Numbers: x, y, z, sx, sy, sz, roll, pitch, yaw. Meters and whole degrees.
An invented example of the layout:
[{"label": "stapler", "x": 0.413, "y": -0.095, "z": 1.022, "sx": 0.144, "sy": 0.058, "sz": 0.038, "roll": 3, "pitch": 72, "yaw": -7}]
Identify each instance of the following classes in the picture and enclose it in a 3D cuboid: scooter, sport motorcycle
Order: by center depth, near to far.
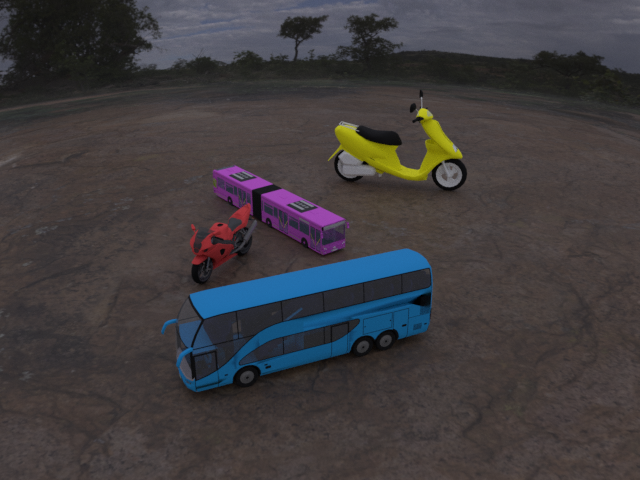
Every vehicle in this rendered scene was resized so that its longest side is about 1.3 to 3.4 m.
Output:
[{"label": "sport motorcycle", "x": -1.455, "y": 0.040, "z": 10.469, "sx": 0.506, "sy": 0.821, "sz": 1.520, "roll": 12, "pitch": 28, "yaw": 24}, {"label": "scooter", "x": 1.495, "y": -1.889, "z": 13.444, "sx": 2.721, "sy": 1.786, "sz": 1.288, "roll": 7, "pitch": 26, "yaw": 14}]

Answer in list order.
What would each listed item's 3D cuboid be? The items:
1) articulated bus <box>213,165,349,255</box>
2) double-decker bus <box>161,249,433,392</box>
[{"label": "articulated bus", "x": -0.793, "y": -0.588, "z": 12.114, "sx": 0.605, "sy": 0.561, "sz": 3.401, "roll": -18, "pitch": 31, "yaw": -34}, {"label": "double-decker bus", "x": -0.184, "y": 0.925, "z": 8.312, "sx": 3.251, "sy": 1.052, "sz": 0.756, "roll": -11, "pitch": 27, "yaw": -22}]
